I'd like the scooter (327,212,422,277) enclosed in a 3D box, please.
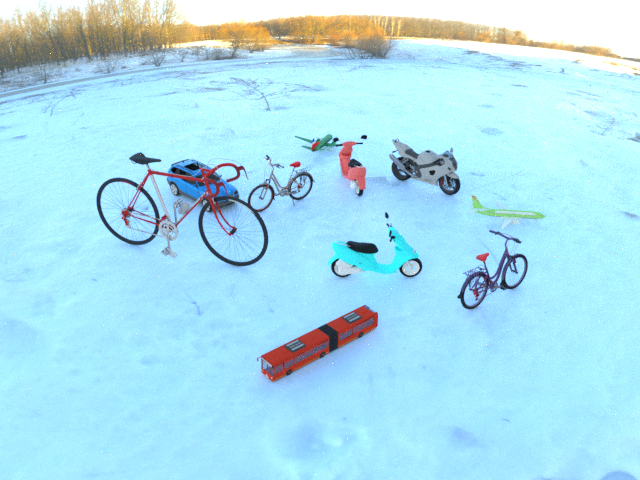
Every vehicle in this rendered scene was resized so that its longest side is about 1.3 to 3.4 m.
[{"bbox_3d":[0.810,0.142,10.184,1.399,0.919,0.662,0,29,0],"label":"scooter"}]

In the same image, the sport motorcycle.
[{"bbox_3d":[1.964,-1.372,13.065,1.520,0.821,0.506,22,35,34],"label":"sport motorcycle"}]

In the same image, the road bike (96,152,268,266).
[{"bbox_3d":[-2.159,-0.498,10.590,3.004,1.656,0.697,10,30,18],"label":"road bike"}]

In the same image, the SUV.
[{"bbox_3d":[-2.139,-1.024,12.678,1.572,0.580,0.656,25,37,38],"label":"SUV"}]

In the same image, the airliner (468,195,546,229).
[{"bbox_3d":[3.205,-0.539,11.945,1.307,0.429,1.161,3,29,5],"label":"airliner"}]

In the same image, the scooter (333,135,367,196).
[{"bbox_3d":[0.601,-1.449,13.105,0.662,0.919,1.399,-7,29,-13],"label":"scooter"}]

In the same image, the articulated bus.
[{"bbox_3d":[0.016,1.270,8.774,1.749,0.289,0.311,-22,35,-34],"label":"articulated bus"}]

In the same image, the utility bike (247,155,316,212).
[{"bbox_3d":[-0.633,-1.012,12.273,1.435,0.946,0.535,-20,34,-32],"label":"utility bike"}]

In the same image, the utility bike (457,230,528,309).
[{"bbox_3d":[2.396,0.383,9.714,1.435,0.946,0.535,-20,34,-32],"label":"utility bike"}]

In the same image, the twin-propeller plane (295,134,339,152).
[{"bbox_3d":[0.043,-2.104,14.840,1.370,0.407,1.095,12,31,20],"label":"twin-propeller plane"}]
